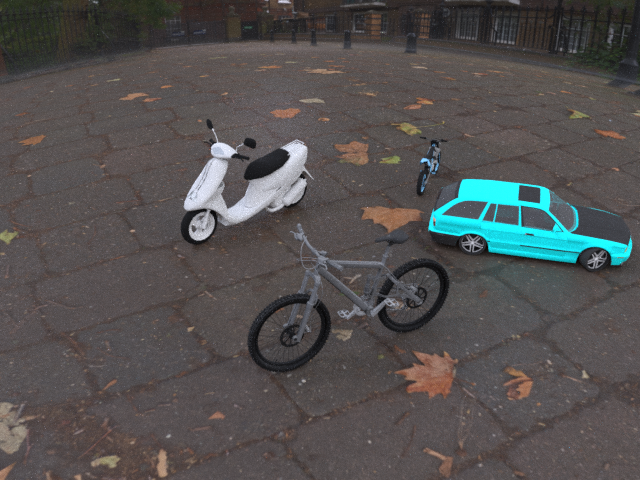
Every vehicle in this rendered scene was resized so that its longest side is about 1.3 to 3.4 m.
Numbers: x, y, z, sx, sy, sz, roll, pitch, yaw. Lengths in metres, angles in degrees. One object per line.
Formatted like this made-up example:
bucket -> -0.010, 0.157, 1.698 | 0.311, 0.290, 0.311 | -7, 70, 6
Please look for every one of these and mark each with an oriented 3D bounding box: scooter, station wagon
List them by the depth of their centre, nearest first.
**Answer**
station wagon -> 3.339, -0.324, 11.145 | 3.105, 0.920, 1.327 | 8, 31, 14
scooter -> -1.184, -1.074, 11.576 | 2.721, 1.786, 1.288 | -24, 38, -36

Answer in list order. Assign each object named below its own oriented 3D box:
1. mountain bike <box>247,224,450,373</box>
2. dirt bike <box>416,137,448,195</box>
mountain bike -> 0.427, 0.668, 8.660 | 2.857, 1.688, 1.114 | -14, 33, -23
dirt bike -> 2.064, -1.456, 13.167 | 0.527, 0.857, 1.493 | 12, 32, 20
